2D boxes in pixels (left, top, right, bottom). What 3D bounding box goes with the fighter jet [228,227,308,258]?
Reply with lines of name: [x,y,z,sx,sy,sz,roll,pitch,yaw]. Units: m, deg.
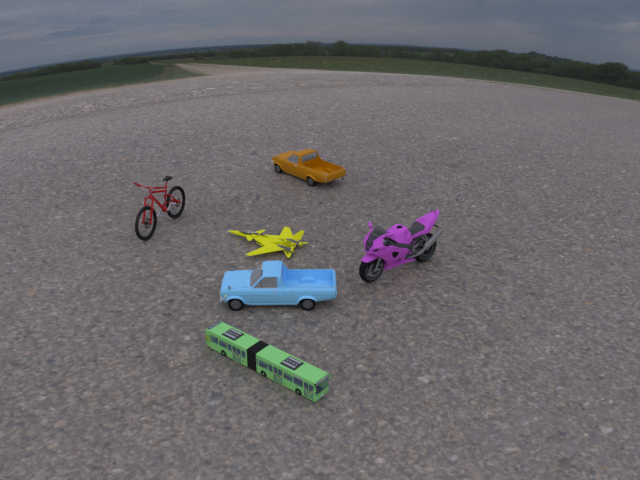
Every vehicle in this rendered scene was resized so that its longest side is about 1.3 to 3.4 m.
fighter jet: [-0.912,-0.077,11.097,1.358,0.286,1.147,14,30,26]

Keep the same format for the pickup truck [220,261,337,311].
pickup truck: [-0.559,0.588,9.499,1.603,0.511,0.640,0,26,-1]

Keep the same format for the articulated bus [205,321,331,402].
articulated bus: [-0.641,1.386,8.137,1.749,0.289,0.311,19,32,34]

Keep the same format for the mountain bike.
mountain bike: [-2.620,-0.595,11.489,0.573,0.868,1.469,9,28,18]

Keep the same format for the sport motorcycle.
sport motorcycle: [1.166,0.077,10.183,1.520,0.821,0.506,-19,32,-33]

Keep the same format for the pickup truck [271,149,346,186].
pickup truck: [-0.239,-1.468,13.658,0.640,0.511,1.603,-23,35,-39]
